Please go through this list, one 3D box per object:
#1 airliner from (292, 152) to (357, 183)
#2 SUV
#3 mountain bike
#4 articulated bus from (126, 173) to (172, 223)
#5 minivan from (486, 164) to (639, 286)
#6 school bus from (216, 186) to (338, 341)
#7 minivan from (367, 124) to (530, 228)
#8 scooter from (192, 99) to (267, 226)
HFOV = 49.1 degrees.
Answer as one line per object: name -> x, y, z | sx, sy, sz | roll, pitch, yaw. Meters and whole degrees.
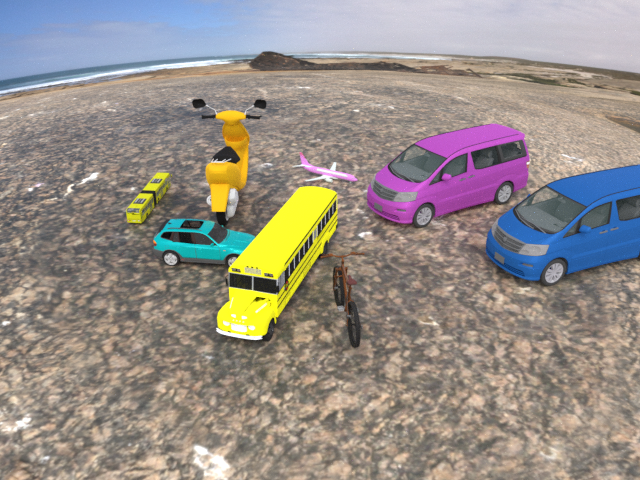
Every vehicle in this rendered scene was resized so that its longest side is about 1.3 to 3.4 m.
airliner -> 0.143, -1.383, 13.466 | 1.307, 0.429, 1.161 | 14, 30, 27
SUV -> -1.710, 0.025, 10.468 | 1.572, 0.580, 0.656 | 3, 27, 6
mountain bike -> 0.329, 0.685, 8.819 | 0.573, 0.868, 1.469 | -4, 27, -9
articulated bus -> -3.006, -0.766, 12.385 | 0.311, 0.289, 1.749 | 2, 27, 5
minivan -> 3.946, -0.285, 10.399 | 3.011, 1.197, 1.324 | -11, 28, -21
school bus -> -0.513, 0.233, 9.754 | 0.709, 0.844, 3.322 | 8, 27, 15
minivan -> 2.246, -1.176, 12.189 | 3.011, 1.197, 1.324 | -15, 30, -28
scooter -> -1.567, -1.475, 12.128 | 1.288, 1.786, 2.721 | 1, 26, 2
